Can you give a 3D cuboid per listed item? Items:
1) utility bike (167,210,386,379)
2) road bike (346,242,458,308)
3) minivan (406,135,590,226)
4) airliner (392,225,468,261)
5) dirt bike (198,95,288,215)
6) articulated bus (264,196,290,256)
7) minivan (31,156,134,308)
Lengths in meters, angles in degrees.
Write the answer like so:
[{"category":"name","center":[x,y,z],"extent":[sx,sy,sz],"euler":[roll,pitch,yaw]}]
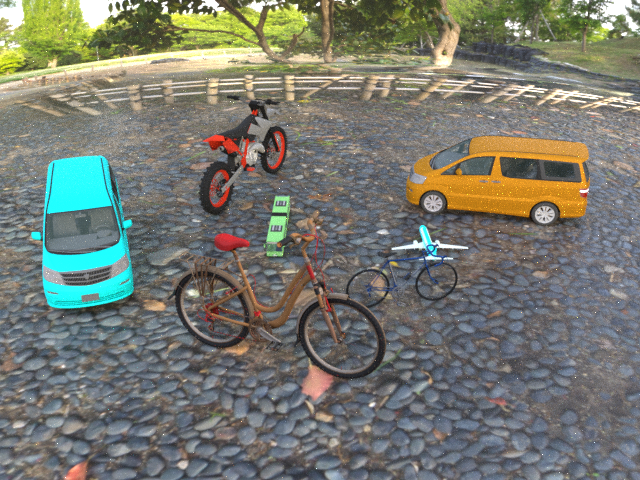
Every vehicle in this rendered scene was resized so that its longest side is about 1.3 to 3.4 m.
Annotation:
[{"category":"utility bike","center":[-0.533,0.560,8.064],"extent":[2.791,1.839,1.039],"euler":[10,29,19]},{"category":"road bike","center":[1.100,0.488,9.266],"extent":[1.545,0.852,0.358],"euler":[-5,28,-10]},{"category":"minivan","center":[2.998,-1.104,11.937],"extent":[3.011,1.197,1.324],"euler":[7,28,13]},{"category":"airliner","center":[1.663,-0.025,10.703],"extent":[1.161,0.429,1.307],"euler":[-1,28,-1]},{"category":"dirt bike","center":[-1.320,-1.634,12.444],"extent":[1.024,1.666,2.903],"euler":[12,30,22]},{"category":"articulated bus","center":[-0.665,-0.254,11.292],"extent":[0.311,0.289,1.749],"euler":[1,28,1]},{"category":"minivan","center":[-3.428,-0.194,10.197],"extent":[1.324,1.197,3.011],"euler":[-8,29,-15]}]
